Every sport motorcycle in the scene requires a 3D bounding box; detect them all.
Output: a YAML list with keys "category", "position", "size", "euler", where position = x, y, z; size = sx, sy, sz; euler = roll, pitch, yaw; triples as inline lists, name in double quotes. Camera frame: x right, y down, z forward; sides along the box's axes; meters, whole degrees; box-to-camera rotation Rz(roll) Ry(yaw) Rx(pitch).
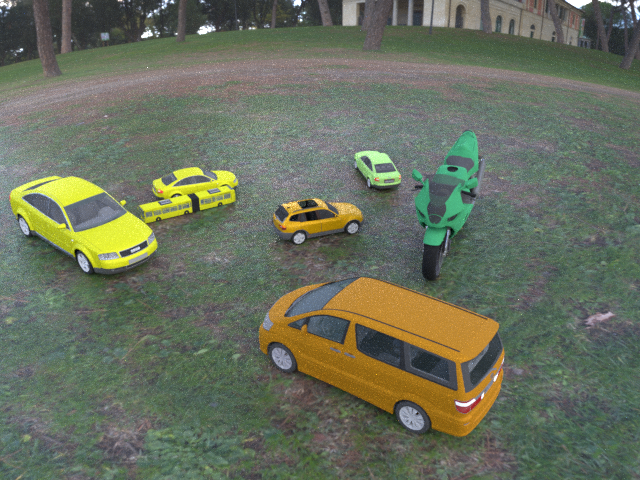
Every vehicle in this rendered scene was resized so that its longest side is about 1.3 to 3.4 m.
- category: "sport motorcycle"
  position: [2.081, -0.619, 11.208]
  size: [0.983, 1.596, 2.955]
  euler: [10, 31, 18]

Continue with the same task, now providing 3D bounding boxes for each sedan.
- category: "sedan"
  position: [1.121, -1.476, 13.891]
  size: [0.635, 0.483, 1.613]
  euler: [-7, 30, -12]
- category: "sedan"
  position: [-2.347, -1.097, 13.210]
  size: [1.613, 0.483, 0.635]
  euler: [-13, 32, -21]
- category: "sedan"
  position: [-3.925, -0.388, 11.469]
  size: [3.137, 0.940, 1.235]
  euler: [24, 37, 36]

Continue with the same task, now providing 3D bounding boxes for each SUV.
- category: "SUV"
  position: [-0.031, -0.392, 11.845]
  size: [1.572, 0.580, 0.656]
  euler: [-11, 31, -19]

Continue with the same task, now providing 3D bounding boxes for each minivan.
- category: "minivan"
  position: [0.643, 1.180, 8.389]
  size: [3.011, 1.197, 1.324]
  euler: [19, 34, 30]

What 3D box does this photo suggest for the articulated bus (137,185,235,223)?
- category: "articulated bus"
  position: [-2.378, -0.652, 12.613]
  size: [1.749, 0.289, 0.311]
  euler: [-16, 33, -26]
